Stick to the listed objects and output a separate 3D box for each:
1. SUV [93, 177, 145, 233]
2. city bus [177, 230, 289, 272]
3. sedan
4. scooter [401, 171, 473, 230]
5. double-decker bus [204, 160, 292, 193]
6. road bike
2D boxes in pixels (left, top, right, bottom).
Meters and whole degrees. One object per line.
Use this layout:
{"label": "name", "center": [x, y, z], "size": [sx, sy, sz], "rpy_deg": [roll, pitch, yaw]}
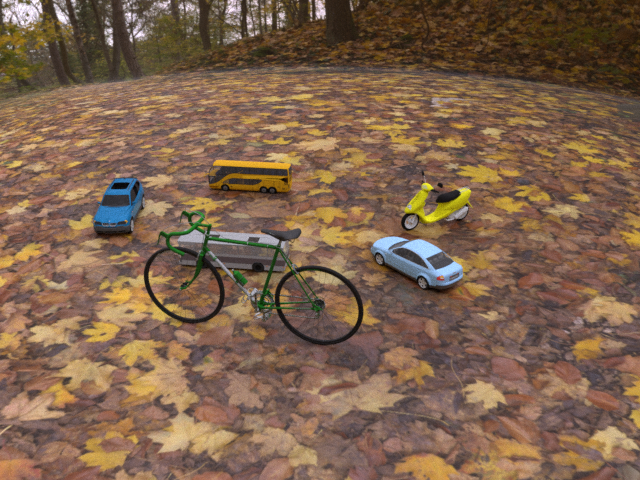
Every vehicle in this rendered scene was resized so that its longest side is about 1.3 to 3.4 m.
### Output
{"label": "SUV", "center": [-3.509, -0.624, 12.269], "size": [0.656, 0.580, 1.572], "rpy_deg": [-1, 27, -1]}
{"label": "city bus", "center": [-1.332, 0.178, 10.839], "size": [1.674, 0.460, 0.476], "rpy_deg": [4, 27, 7]}
{"label": "sedan", "center": [1.446, 0.262, 10.651], "size": [0.635, 0.483, 1.613], "rpy_deg": [-20, 34, -34]}
{"label": "scooter", "center": [2.024, -0.675, 11.998], "size": [1.399, 0.919, 0.662], "rpy_deg": [-11, 29, -20]}
{"label": "double-decker bus", "center": [-1.371, -1.225, 13.480], "size": [1.672, 0.541, 0.389], "rpy_deg": [4, 27, 7]}
{"label": "road bike", "center": [-0.909, 0.498, 8.910], "size": [3.004, 1.656, 0.697], "rpy_deg": [7, 28, 14]}
